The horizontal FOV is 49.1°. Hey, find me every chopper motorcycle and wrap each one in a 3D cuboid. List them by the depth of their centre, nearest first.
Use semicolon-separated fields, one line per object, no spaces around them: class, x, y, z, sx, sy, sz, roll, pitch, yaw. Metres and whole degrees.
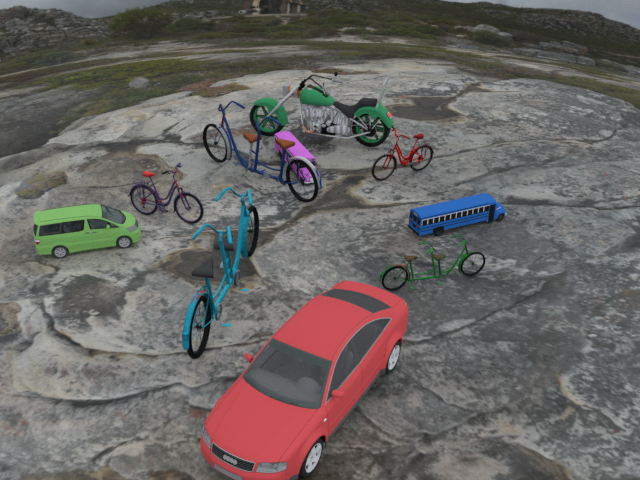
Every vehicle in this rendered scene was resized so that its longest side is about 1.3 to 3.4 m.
chopper motorcycle;-0.002;-2.684;14.106;3.040;1.480;0.906;10;32;17

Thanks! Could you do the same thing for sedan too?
sedan;-0.072;1.381;7.719;1.235;0.940;3.137;17;34;26

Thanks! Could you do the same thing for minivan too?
minivan;-3.560;-0.192;10.717;1.548;0.616;0.681;-9;32;-15

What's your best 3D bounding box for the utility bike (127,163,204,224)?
utility bike;-2.524;-0.796;11.419;1.435;0.946;0.535;11;32;18

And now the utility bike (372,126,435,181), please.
utility bike;1.578;-1.585;12.762;1.435;0.946;0.535;-16;34;-26

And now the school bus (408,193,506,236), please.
school bus;2.251;-0.422;11.288;1.708;0.434;0.365;-13;33;-21

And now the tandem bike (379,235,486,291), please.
tandem bike;1.595;0.319;9.781;1.642;0.682;0.283;-9;32;-15

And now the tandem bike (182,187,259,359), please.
tandem bike;-1.261;0.245;9.271;0.550;1.326;3.192;5;31;9

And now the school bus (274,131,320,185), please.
school bus;-0.436;-1.556;13.218;0.365;0.434;1.708;-11;32;-18

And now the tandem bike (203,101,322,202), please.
tandem bike;-1.125;-1.646;12.492;3.192;1.326;0.550;26;39;37
